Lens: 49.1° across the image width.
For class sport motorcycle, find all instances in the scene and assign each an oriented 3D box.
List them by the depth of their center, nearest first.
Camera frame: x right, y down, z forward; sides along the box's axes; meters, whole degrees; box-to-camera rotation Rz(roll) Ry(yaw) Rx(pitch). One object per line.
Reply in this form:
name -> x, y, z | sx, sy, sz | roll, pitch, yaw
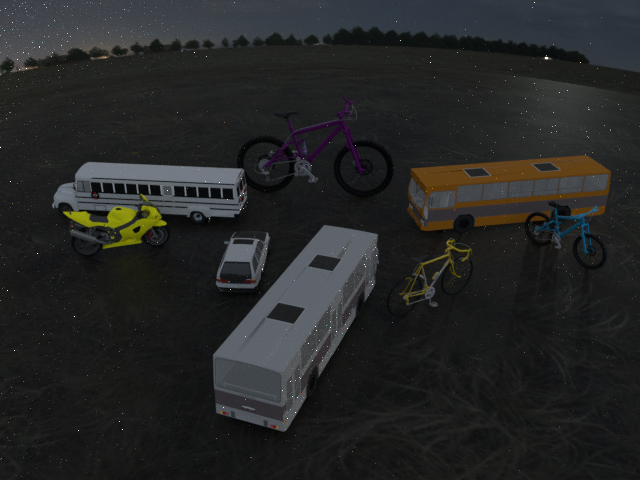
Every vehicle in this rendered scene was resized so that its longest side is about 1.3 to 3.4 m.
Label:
sport motorcycle -> -3.094, -0.197, 10.774 | 1.520, 0.821, 0.506 | -8, 29, -15

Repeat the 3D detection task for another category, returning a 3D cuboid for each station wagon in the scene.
station wagon -> -1.116, 0.214, 10.364 | 0.682, 0.473, 1.597 | 2, 28, 3

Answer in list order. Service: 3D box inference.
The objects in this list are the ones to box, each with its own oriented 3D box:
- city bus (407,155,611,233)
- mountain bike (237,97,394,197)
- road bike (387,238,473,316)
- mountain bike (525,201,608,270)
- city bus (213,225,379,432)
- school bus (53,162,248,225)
city bus -> 3.152, -0.767, 11.784 | 3.255, 0.894, 0.926 | -5, 28, -10
mountain bike -> -0.098, -1.589, 12.500 | 2.857, 1.688, 1.114 | 3, 28, 6
road bike -> 1.508, 0.503, 9.403 | 1.545, 0.852, 0.358 | -17, 32, -30
mountain bike -> 3.719, -0.135, 10.605 | 0.573, 0.868, 1.469 | -19, 33, -31
city bus -> -0.153, 0.938, 8.526 | 0.926, 0.894, 3.255 | 10, 29, 19
school bus -> -2.935, -0.826, 11.951 | 3.322, 0.844, 0.709 | 3, 28, 6
